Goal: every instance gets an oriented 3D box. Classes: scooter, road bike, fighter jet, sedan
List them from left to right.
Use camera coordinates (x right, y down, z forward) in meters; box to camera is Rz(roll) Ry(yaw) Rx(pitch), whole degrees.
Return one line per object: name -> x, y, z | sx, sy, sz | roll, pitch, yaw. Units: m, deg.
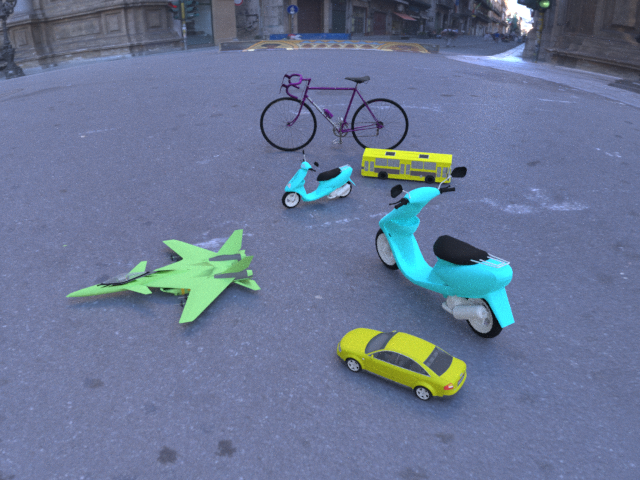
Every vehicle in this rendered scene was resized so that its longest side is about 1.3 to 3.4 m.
fighter jet -> -2.263, 0.450, 9.960 | 2.640, 0.557, 2.229 | -8, 31, -14
scooter -> -0.021, -1.069, 12.225 | 1.399, 0.919, 0.662 | -13, 32, -21
road bike -> 0.283, -2.531, 14.016 | 3.004, 1.656, 0.696 | 1, 30, 2
sedan -> 0.955, 1.399, 8.392 | 1.613, 0.483, 0.635 | 17, 34, 27
scooter -> 1.604, 0.067, 9.394 | 1.288, 1.786, 2.721 | -18, 34, -28

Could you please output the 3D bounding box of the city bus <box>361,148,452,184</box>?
city bus -> 1.641, -1.393, 13.242 | 1.674, 0.460, 0.476 | 6, 31, 10
